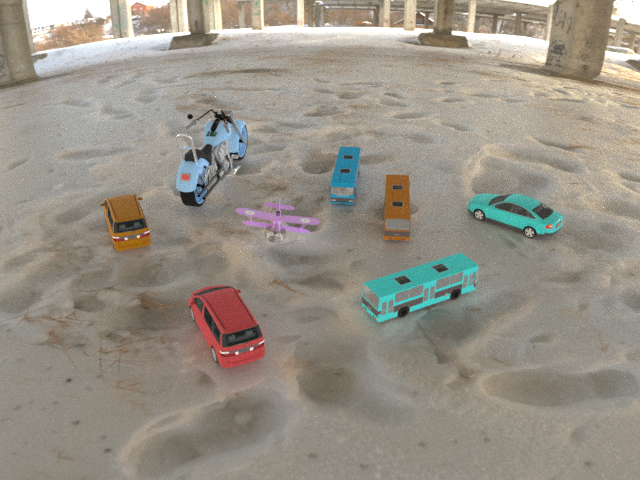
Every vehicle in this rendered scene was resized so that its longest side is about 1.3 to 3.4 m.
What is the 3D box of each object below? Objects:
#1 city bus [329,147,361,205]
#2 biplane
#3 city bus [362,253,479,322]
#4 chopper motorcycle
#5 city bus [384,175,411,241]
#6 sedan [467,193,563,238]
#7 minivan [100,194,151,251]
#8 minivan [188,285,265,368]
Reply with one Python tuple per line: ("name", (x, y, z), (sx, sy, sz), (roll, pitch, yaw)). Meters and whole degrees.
("city bus", (0.486, -1.190, 12.907), (0.476, 0.460, 1.674), (3, 30, 6))
("biplane", (-0.671, -0.338, 11.384), (1.336, 0.504, 1.090), (0, 30, 1))
("city bus", (1.400, 0.662, 9.694), (1.674, 0.460, 0.476), (-15, 33, -25))
("chopper motorcycle", (-1.914, -1.739, 12.838), (0.906, 1.480, 3.040), (6, 31, 11))
("city bus", (1.295, -0.546, 11.789), (0.476, 0.460, 1.674), (3, 30, 5))
("sedan", (3.235, -0.498, 11.684), (1.613, 0.483, 0.635), (23, 37, 34))
("minivan", (-3.162, -0.389, 11.362), (0.681, 0.616, 1.548), (-11, 32, -19))
("minivan", (-1.233, 0.985, 8.978), (0.681, 0.616, 1.548), (-13, 33, -22))
